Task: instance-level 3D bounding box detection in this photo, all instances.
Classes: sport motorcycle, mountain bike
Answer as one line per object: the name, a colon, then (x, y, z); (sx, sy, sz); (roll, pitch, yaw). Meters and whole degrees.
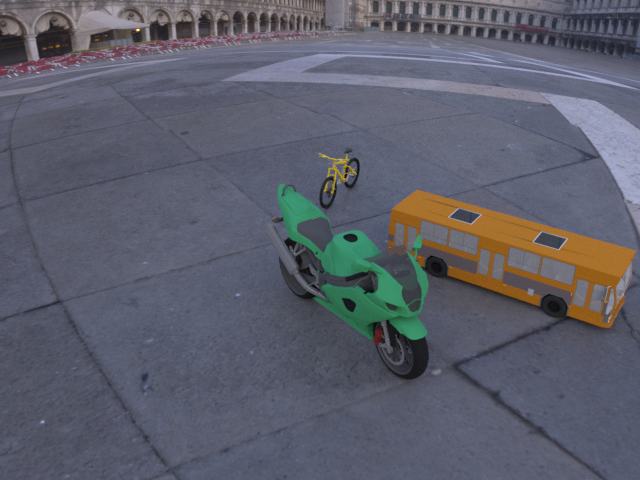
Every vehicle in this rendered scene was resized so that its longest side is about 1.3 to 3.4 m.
sport motorcycle: (0.327, 0.458, 8.689); (0.983, 1.596, 2.955); (-19, 35, -30)
mountain bike: (0.357, -1.144, 12.210); (0.573, 0.868, 1.469); (15, 33, 25)

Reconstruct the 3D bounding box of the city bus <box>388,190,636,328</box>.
city bus: (2.563, 0.225, 9.800); (3.255, 0.894, 0.926); (19, 35, 30)
